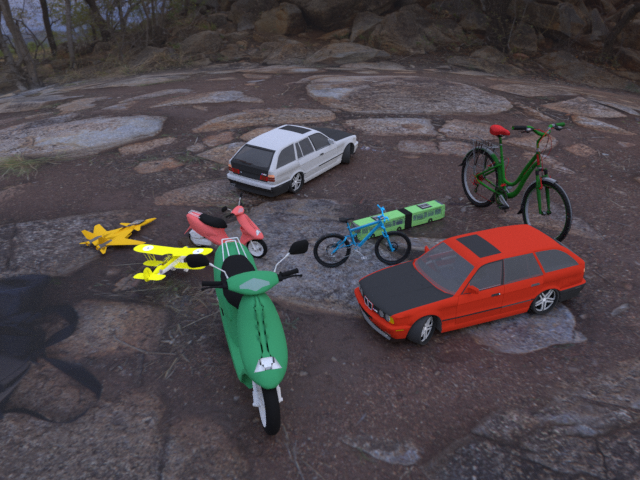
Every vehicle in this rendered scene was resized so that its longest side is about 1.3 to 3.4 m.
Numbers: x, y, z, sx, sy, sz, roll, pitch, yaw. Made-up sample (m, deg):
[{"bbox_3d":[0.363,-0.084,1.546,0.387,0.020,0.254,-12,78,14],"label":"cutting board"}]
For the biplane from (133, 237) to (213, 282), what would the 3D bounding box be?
[{"bbox_3d":[-2.203,0.334,10.058,1.336,0.504,1.090,11,29,21],"label":"biplane"}]

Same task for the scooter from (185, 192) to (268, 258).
[{"bbox_3d":[-1.456,-0.221,10.689,1.399,0.919,0.662,9,29,18],"label":"scooter"}]

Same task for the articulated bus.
[{"bbox_3d":[1.312,-0.337,11.610,1.749,0.289,0.311,-15,31,-27],"label":"articulated bus"}]

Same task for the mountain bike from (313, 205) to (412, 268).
[{"bbox_3d":[0.633,0.000,10.311,1.469,0.868,0.573,-2,27,-5],"label":"mountain bike"}]

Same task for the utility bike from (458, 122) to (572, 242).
[{"bbox_3d":[3.246,-1.149,11.497,1.039,1.839,2.791,-13,30,-23],"label":"utility bike"}]

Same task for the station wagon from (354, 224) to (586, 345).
[{"bbox_3d":[1.998,0.482,9.309,3.105,0.920,1.327,-11,29,-20],"label":"station wagon"}]

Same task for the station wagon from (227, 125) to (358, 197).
[{"bbox_3d":[-0.437,-1.751,13.689,1.327,0.920,3.105,17,32,30],"label":"station wagon"}]

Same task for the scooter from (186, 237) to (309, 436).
[{"bbox_3d":[-0.818,0.731,7.865,1.288,1.786,2.721,-7,28,-14],"label":"scooter"}]

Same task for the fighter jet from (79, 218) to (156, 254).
[{"bbox_3d":[-3.172,-0.198,11.341,1.147,0.286,1.358,18,32,31],"label":"fighter jet"}]
